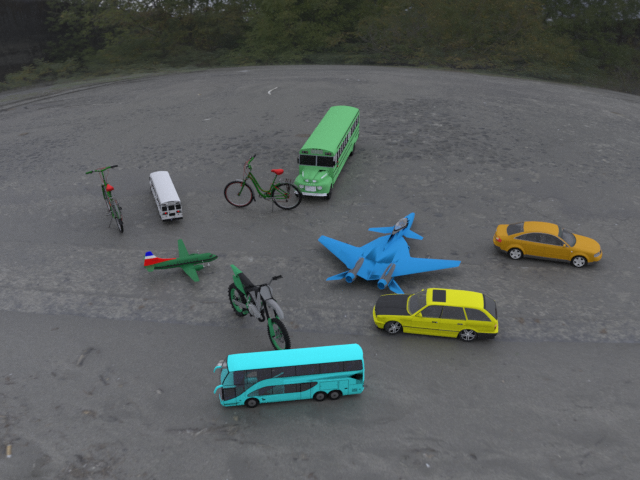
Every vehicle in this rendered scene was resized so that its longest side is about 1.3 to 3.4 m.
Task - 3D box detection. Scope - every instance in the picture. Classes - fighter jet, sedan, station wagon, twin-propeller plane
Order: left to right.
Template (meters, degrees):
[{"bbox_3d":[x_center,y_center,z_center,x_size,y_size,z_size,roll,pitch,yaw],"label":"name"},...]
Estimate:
[{"bbox_3d":[-2.044,0.275,10.324,1.095,0.407,1.370,-10,29,-18],"label":"twin-propeller plane"},{"bbox_3d":[1.105,-0.051,10.789,2.229,0.557,2.640,11,29,20],"label":"fighter jet"},{"bbox_3d":[1.484,0.910,9.028,1.597,0.473,0.682,4,28,8],"label":"station wagon"},{"bbox_3d":[3.490,0.017,10.737,1.613,0.483,0.635,7,28,14],"label":"sedan"}]

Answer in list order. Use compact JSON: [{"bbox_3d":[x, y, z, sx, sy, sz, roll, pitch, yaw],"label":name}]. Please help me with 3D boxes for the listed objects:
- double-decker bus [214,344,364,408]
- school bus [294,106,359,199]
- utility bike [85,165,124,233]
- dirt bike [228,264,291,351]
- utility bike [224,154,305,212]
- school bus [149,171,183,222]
[{"bbox_3d":[-0.340,1.511,7.798,1.672,0.541,0.389,-4,28,-7],"label":"double-decker bus"},{"bbox_3d":[0.176,-1.776,13.797,0.709,0.844,3.322,6,28,11],"label":"school bus"},{"bbox_3d":[-3.529,-0.708,11.631,0.535,0.946,1.435,-13,30,-23],"label":"utility bike"},{"bbox_3d":[-0.784,0.811,8.804,0.527,0.857,1.493,-17,32,-30],"label":"dirt bike"},{"bbox_3d":[-0.979,-0.937,12.071,1.435,0.946,0.535,3,28,6],"label":"utility bike"},{"bbox_3d":[-2.750,-0.814,12.390,0.365,0.434,1.708,-9,29,-17],"label":"school bus"}]
